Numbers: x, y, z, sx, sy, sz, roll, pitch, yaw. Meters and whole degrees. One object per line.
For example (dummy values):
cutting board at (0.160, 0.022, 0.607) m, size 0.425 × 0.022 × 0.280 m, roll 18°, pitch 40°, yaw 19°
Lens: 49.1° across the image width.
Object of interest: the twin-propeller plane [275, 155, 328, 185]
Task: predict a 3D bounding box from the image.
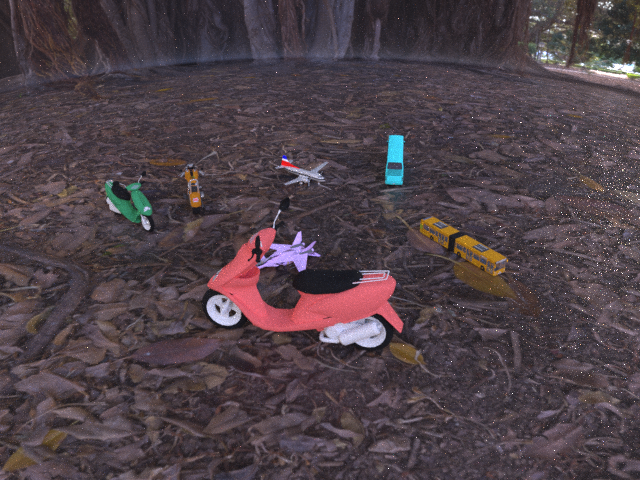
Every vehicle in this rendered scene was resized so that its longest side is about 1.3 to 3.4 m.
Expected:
twin-propeller plane at (-0.340, -1.374, 13.806) m, size 1.095 × 0.407 × 1.370 m, roll 20°, pitch 34°, yaw 31°

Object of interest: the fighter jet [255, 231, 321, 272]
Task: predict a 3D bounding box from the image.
fighter jet at (-0.700, 0.256, 10.984) m, size 1.358 × 0.286 × 1.147 m, roll -21°, pitch 35°, yaw -33°

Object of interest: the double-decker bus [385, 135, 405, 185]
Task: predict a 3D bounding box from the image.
double-decker bus at (1.519, -1.646, 14.160) m, size 0.389 × 0.541 × 1.672 m, roll 3°, pitch 29°, yaw 6°

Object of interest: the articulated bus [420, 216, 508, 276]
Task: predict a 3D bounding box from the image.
articulated bus at (2.282, 0.074, 11.311) m, size 0.311 × 0.289 × 1.749 m, roll -18°, pitch 34°, yaw -29°

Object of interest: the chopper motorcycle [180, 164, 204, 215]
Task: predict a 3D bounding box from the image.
chopper motorcycle at (-2.337, -1.048, 12.851) m, size 0.466 × 0.761 × 1.563 m, roll -6°, pitch 30°, yaw -12°

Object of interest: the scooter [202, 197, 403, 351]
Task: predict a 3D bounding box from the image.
scooter at (-0.275, 0.539, 8.925) m, size 2.721 × 1.786 × 1.288 m, roll 7°, pitch 30°, yaw 12°

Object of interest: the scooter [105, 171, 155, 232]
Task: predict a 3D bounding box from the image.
scooter at (-3.321, -0.725, 12.104) m, size 1.399 × 0.919 × 0.662 m, roll 25°, pitch 37°, yaw 37°
